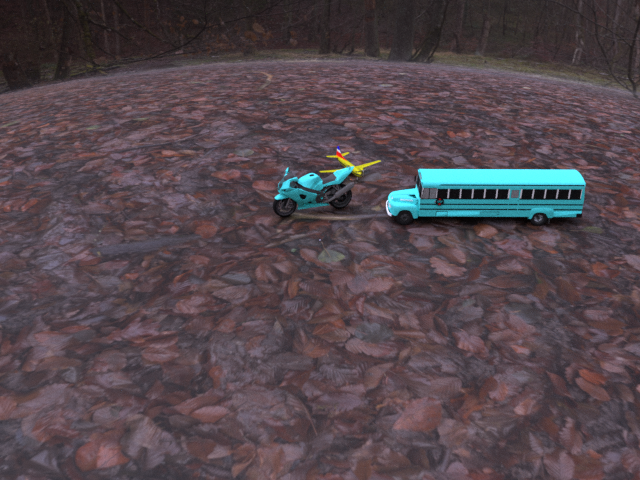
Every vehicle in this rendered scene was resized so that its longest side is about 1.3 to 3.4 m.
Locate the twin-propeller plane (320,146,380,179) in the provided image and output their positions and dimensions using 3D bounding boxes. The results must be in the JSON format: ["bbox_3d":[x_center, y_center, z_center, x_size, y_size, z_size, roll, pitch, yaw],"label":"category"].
[{"bbox_3d":[0.573,-1.546,14.079,1.370,0.407,1.095,-13,31,-22],"label":"twin-propeller plane"}]

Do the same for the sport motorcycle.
[{"bbox_3d":[-0.110,-0.869,12.384,1.520,0.821,0.506,-10,30,-18],"label":"sport motorcycle"}]

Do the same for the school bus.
[{"bbox_3d":[2.830,-0.770,12.177,3.322,0.844,0.709,0,28,1],"label":"school bus"}]
